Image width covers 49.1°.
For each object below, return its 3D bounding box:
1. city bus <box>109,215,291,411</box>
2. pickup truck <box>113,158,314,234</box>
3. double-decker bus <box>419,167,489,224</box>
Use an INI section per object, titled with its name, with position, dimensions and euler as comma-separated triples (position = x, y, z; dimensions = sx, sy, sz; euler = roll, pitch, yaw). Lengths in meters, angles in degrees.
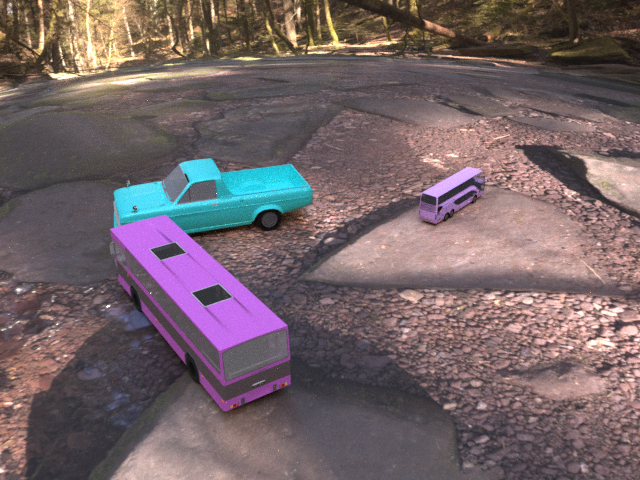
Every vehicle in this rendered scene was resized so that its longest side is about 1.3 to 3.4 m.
[city bus]
position = -1.539, 0.761, 8.398
dimensions = 0.926, 0.894, 3.255
euler = -17, 32, -30
[pickup truck]
position = -1.707, -0.716, 11.115
dimensions = 3.117, 0.993, 1.244
euler = -9, 29, -17
[double-decker bus]
position = 2.245, -0.771, 11.708
dimensions = 0.389, 0.541, 1.672
euler = 21, 34, 35
